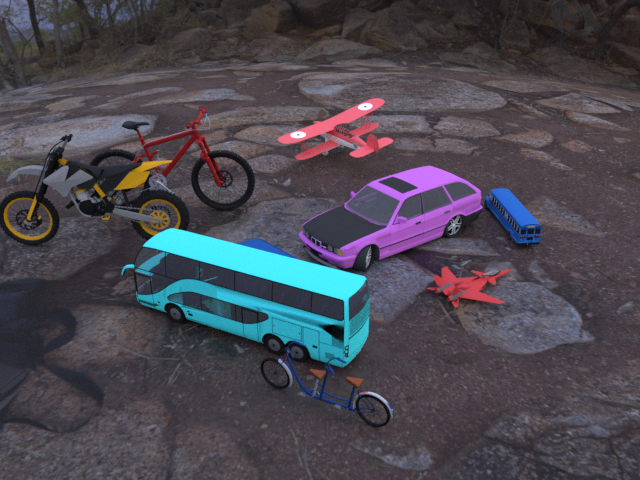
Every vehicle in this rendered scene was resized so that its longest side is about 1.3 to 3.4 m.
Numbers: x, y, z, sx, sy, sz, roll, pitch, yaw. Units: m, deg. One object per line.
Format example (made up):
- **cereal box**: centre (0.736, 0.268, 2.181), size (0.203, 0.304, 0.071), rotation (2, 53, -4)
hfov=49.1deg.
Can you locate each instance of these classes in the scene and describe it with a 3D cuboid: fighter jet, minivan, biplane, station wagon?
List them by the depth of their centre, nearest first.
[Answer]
- **fighter jet**: centre (2.202, 0.530, 9.772), size (1.358, 0.286, 1.147), rotation (-17, 32, -29)
- **minivan**: centre (-0.912, 0.345, 9.772), size (0.681, 0.616, 1.548), rotation (-24, 35, -38)
- **station wagon**: centre (1.142, -0.436, 10.955), size (3.105, 0.920, 1.327), rotation (-19, 33, -32)
- **biplane**: centre (0.453, -2.055, 14.031), size (2.598, 0.981, 2.120), rotation (-19, 33, -32)

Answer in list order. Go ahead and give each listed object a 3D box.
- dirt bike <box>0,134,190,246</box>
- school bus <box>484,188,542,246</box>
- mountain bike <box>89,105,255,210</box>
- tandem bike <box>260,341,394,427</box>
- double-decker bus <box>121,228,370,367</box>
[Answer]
- **dirt bike**: centre (-3.468, -0.667, 10.589), size (2.903, 1.666, 1.024), rotation (-1, 27, -2)
- **school bus**: centre (3.117, -0.426, 11.466), size (0.365, 0.434, 1.708), rotation (-3, 27, -6)
- **mountain bike**: centre (-2.531, -1.282, 11.758), size (2.857, 1.688, 1.114), rotation (1, 27, 1)
- **tandem bike**: centre (0.039, 1.507, 7.445), size (1.642, 0.682, 0.283), rotation (15, 31, 27)
- **double-decker bus**: centre (-0.962, 0.648, 8.706), size (3.251, 1.052, 0.756), rotation (13, 30, 24)
